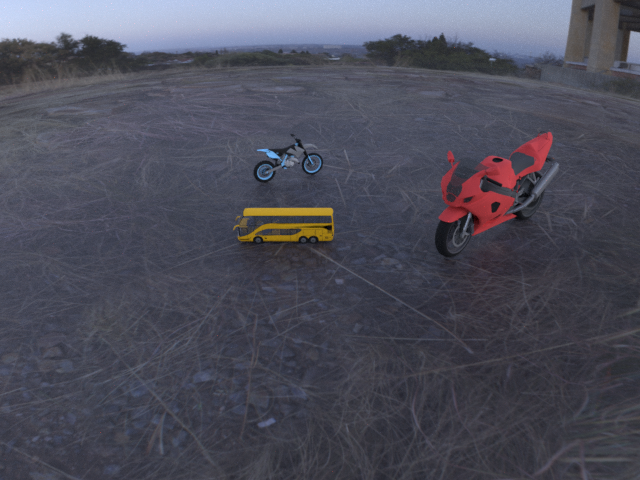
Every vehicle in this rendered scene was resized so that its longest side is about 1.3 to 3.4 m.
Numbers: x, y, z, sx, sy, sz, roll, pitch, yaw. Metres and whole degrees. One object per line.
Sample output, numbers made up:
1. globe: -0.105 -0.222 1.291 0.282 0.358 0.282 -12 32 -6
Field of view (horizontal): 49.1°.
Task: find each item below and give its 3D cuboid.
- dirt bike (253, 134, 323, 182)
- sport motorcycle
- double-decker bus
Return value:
1. dirt bike: -0.629 -1.632 14.025 1.493 0.857 0.527 -11 30 -20
2. sport motorcycle: 2.927 -0.796 11.660 2.955 1.596 0.983 -23 36 -37
3. double-decker bus: -0.600 -0.250 11.756 1.672 0.541 0.389 0 28 0
